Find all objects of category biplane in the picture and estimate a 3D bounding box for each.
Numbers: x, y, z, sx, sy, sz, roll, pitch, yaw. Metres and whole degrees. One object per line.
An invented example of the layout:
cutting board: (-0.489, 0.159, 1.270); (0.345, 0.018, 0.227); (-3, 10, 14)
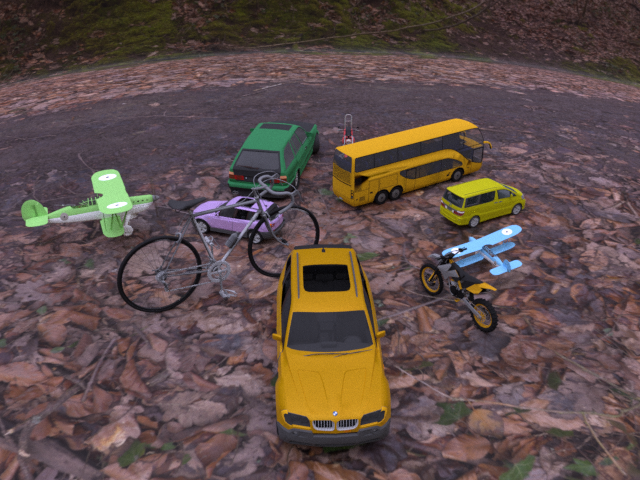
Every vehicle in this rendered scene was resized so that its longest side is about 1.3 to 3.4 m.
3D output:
biplane: (2.502, 0.216, 10.466); (1.336, 0.504, 1.090); (-12, 31, -20)
biplane: (-3.648, -0.507, 11.265); (2.120, 0.981, 2.598); (-11, 31, -18)

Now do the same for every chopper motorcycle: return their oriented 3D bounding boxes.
chopper motorcycle: (0.562, -1.918, 13.994); (0.466, 0.761, 1.563); (1, 29, 1)

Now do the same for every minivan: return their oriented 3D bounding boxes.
minivan: (2.819, -0.701, 11.980); (1.548, 0.616, 0.681); (-15, 33, -25)

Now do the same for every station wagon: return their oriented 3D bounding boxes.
station wagon: (-0.826, -1.803, 13.627); (1.327, 0.920, 3.105); (6, 30, 10)

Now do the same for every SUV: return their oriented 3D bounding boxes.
SUV: (0.086, 1.089, 8.281); (1.276, 1.128, 3.058); (-1, 29, -2)
SUV: (-1.356, -0.405, 11.492); (1.572, 0.580, 0.656); (11, 31, 18)

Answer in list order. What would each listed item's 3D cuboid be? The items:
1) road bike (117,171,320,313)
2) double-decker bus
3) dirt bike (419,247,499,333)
road bike: (-1.321, 0.031, 9.622); (3.004, 1.656, 0.696); (-15, 33, -25)
double-decker bus: (1.720, -1.471, 12.904); (3.251, 1.052, 0.756); (-17, 34, -28)
dirt bike: (1.849, 0.605, 9.417); (0.527, 0.857, 1.493); (-18, 34, -29)
